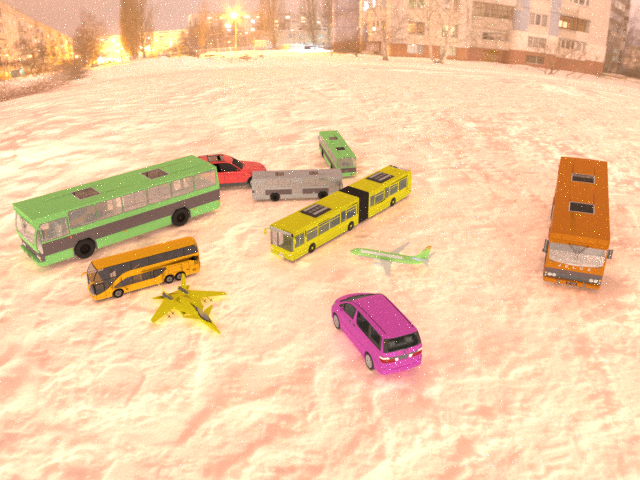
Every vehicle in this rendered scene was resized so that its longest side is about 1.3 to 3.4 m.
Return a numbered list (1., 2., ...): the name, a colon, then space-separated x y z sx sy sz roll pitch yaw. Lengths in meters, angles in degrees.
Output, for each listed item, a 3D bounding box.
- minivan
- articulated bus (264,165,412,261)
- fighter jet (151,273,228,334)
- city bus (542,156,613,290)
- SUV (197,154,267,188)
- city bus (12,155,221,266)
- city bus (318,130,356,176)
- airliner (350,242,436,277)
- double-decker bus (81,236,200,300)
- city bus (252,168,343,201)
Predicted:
1. minivan: 0.676 1.050 8.796 0.681 0.616 1.548 -11 29 -21
2. articulated bus: 0.439 -0.535 11.911 0.605 0.561 3.401 21 34 34
3. fighter jet: -1.708 0.890 9.461 1.147 0.286 1.358 -20 34 -34
4. city bus: 4.115 -0.347 11.186 0.926 0.894 3.255 9 29 17
5. SUV: -1.796 -1.321 13.407 1.572 0.580 0.656 -6 28 -11
6. city bus: -3.225 -0.517 11.515 3.255 0.894 0.926 -22 35 -36
7. city bus: 0.345 -1.772 14.406 0.476 0.460 1.674 -5 28 -10
8. airliner: 1.073 0.174 10.687 1.307 0.429 1.161 10 29 19
9. double-decker bus: -2.560 0.410 10.111 1.672 0.541 0.389 -16 31 -27
10. city bus: -0.422 -1.015 12.946 1.674 0.460 0.476 -2 27 -4
